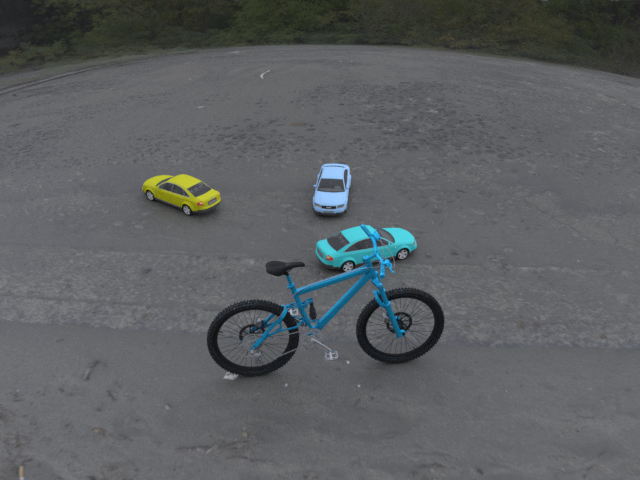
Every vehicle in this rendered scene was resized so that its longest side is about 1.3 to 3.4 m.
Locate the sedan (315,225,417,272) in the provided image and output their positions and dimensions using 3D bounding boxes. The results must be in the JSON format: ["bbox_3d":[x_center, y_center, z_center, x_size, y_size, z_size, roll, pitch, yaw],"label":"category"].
[{"bbox_3d":[0.723,0.057,10.728,1.613,0.483,0.635,-12,32,-19],"label":"sedan"}]

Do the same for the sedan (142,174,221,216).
[{"bbox_3d":[-2.466,-0.884,12.326,1.613,0.483,0.635,20,36,30],"label":"sedan"}]

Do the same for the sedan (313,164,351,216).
[{"bbox_3d":[0.221,-0.960,12.456,0.635,0.483,1.613,3,31,5],"label":"sedan"}]

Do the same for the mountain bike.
[{"bbox_3d":[0.094,0.850,8.193,2.857,1.688,1.114,-4,31,-7],"label":"mountain bike"}]
